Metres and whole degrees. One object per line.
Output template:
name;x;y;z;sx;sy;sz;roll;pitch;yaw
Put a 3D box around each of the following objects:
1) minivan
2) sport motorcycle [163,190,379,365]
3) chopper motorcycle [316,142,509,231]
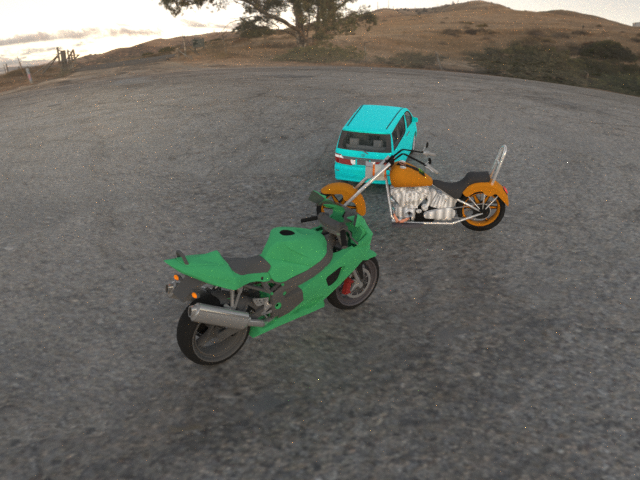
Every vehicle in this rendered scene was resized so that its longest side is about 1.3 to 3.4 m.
minivan;1.164;-2.016;13.737;1.324;1.197;3.011;7;28;14
sport motorcycle;-0.436;0.457;8.434;2.955;1.596;0.983;-18;32;-31
chopper motorcycle;1.464;-0.822;11.077;3.040;1.480;0.906;2;27;3
